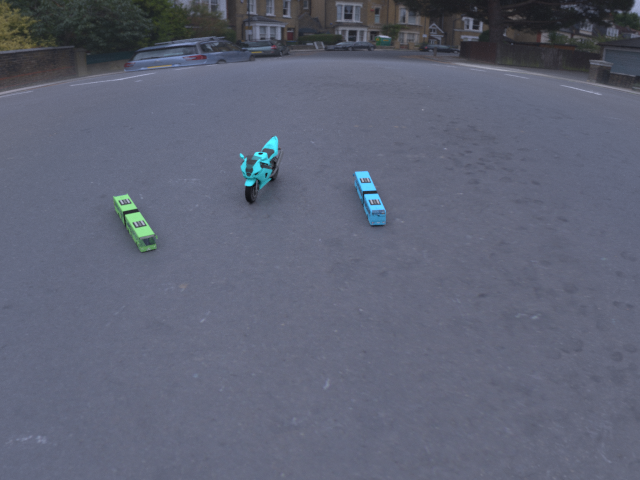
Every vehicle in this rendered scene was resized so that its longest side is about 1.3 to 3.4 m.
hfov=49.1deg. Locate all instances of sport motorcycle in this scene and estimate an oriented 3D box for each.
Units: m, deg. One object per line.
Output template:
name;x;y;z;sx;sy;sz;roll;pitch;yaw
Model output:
sport motorcycle;-1.037;-1.271;12.515;0.506;0.821;1.520;8;29;14

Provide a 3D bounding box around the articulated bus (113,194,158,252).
articulated bus;-2.992;-0.300;11.241;0.311;0.289;1.749;-14;31;-24

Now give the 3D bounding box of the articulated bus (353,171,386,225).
articulated bus;0.850;-0.743;12.085;0.311;0.289;1.749;-3;28;-6
